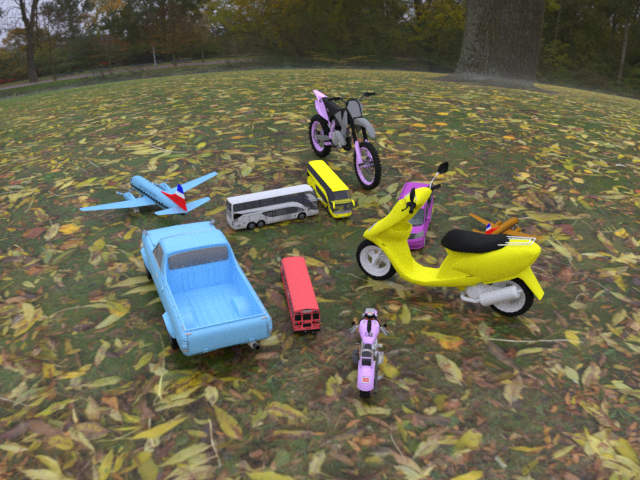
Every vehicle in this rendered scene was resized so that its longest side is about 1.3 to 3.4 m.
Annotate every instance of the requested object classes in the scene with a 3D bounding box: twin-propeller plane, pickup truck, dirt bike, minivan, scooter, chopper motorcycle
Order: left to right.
[{"bbox_3d":[-2.871,-0.874,12.336,2.663,0.792,2.129,-20,33,-34],"label":"twin-propeller plane"},{"bbox_3d":[-1.636,0.484,9.465,1.244,0.993,3.117,-10,29,-19],"label":"pickup truck"},{"bbox_3d":[0.461,-2.134,13.835,1.024,1.666,2.903,-13,30,-23],"label":"dirt bike"},{"bbox_3d":[0.581,1.199,8.326,0.466,0.761,1.563,3,27,5],"label":"chopper motorcycle"},{"bbox_3d":[1.523,-0.412,11.628,0.681,0.616,1.548,7,28,13],"label":"minivan"},{"bbox_3d":[1.724,0.010,9.520,2.721,1.786,1.288,15,31,26],"label":"scooter"},{"bbox_3d":[2.994,-0.230,11.502,1.370,0.407,1.095,23,35,38],"label":"twin-propeller plane"}]

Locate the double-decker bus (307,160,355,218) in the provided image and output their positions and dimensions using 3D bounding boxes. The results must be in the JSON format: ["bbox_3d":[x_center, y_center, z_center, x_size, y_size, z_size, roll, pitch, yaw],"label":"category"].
[{"bbox_3d":[0.161,-0.921,12.703,0.389,0.541,1.672,-8,28,-16],"label":"double-decker bus"}]

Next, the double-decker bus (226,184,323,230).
[{"bbox_3d":[-0.778,-0.575,12.027,1.672,0.541,0.389,-12,29,-22],"label":"double-decker bus"}]

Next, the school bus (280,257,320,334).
[{"bbox_3d":[-0.299,0.688,9.681,0.365,0.434,1.708,-4,27,-8],"label":"school bus"}]
